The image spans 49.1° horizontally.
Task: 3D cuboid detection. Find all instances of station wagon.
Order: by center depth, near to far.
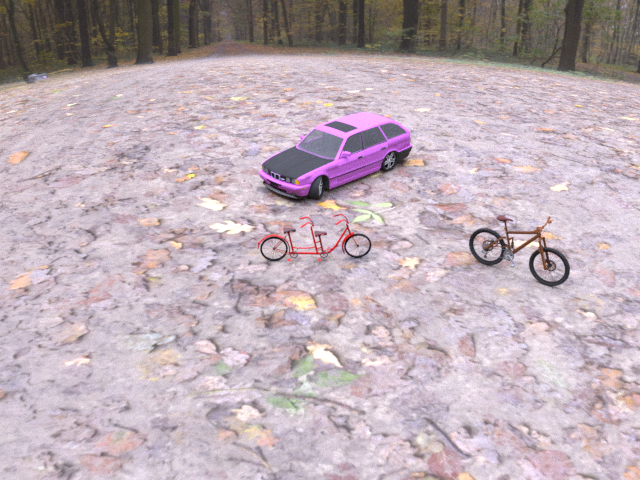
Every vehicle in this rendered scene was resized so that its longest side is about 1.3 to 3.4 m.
[{"bbox_3d":[0.321,-1.629,12.791,3.105,0.920,1.327,-24,36,-38],"label":"station wagon"}]

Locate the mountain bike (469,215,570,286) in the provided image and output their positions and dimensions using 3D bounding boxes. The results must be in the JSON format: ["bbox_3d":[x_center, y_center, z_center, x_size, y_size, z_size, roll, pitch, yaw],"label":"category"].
[{"bbox_3d":[2.725,0.093,9.596,1.469,0.868,0.573,20,34,33],"label":"mountain bike"}]

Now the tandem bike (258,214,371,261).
[{"bbox_3d":[-0.076,-0.018,10.005,1.642,0.682,0.283,-2,28,-4],"label":"tandem bike"}]
